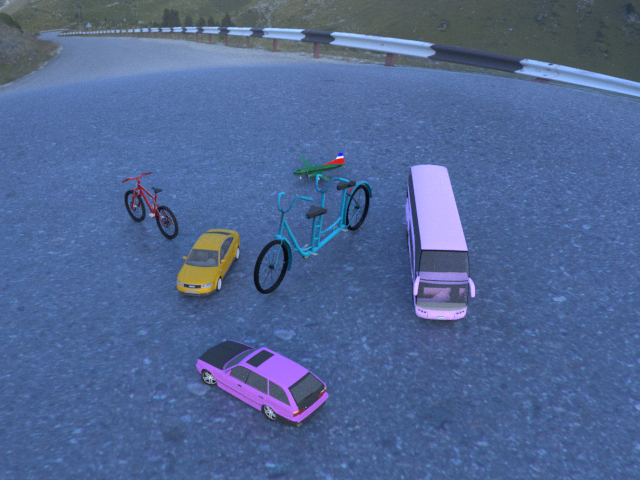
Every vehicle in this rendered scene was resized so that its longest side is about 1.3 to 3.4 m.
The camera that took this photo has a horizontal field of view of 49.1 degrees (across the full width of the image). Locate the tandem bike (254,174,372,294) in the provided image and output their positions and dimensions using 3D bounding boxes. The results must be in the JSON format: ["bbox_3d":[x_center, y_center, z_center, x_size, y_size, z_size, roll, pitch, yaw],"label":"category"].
[{"bbox_3d":[-0.008,-0.332,10.412,0.550,1.326,3.192,16,32,29],"label":"tandem bike"}]

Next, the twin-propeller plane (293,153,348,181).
[{"bbox_3d":[-0.015,-1.432,13.547,1.095,0.407,1.370,-12,29,-21],"label":"twin-propeller plane"}]

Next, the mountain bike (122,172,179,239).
[{"bbox_3d":[-2.765,-0.562,11.357,1.469,0.868,0.573,24,36,38],"label":"mountain bike"}]

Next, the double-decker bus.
[{"bbox_3d":[1.651,-0.040,10.146,0.756,1.052,3.251,2,27,3],"label":"double-decker bus"}]

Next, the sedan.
[{"bbox_3d":[-1.612,0.259,10.187,0.635,0.483,1.613,4,28,8],"label":"sedan"}]

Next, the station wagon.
[{"bbox_3d":[-0.684,1.492,7.807,1.597,0.473,0.682,20,33,33],"label":"station wagon"}]
